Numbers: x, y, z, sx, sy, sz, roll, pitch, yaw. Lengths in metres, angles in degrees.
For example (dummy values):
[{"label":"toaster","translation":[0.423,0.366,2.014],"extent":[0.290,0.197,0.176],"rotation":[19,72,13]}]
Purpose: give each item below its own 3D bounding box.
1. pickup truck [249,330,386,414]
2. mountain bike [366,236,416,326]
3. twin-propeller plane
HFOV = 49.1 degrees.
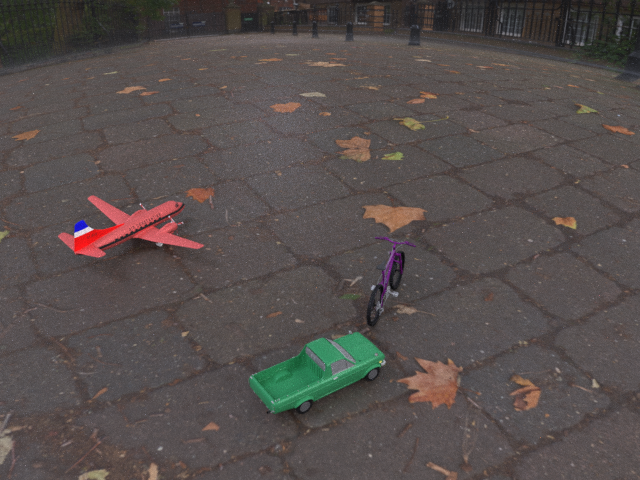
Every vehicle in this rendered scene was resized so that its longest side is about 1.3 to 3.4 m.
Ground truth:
[{"label":"pickup truck","translation":[-0.012,1.492,8.127],"extent":[1.603,0.511,0.640],"rotation":[-19,36,-29]},{"label":"mountain bike","translation":[0.910,0.508,9.435],"extent":[0.573,0.868,1.469],"rotation":[12,33,20]},{"label":"twin-propeller plane","translation":[-2.907,-0.283,10.843],"extent":[2.663,0.792,2.129],"rotation":[22,37,32]}]
